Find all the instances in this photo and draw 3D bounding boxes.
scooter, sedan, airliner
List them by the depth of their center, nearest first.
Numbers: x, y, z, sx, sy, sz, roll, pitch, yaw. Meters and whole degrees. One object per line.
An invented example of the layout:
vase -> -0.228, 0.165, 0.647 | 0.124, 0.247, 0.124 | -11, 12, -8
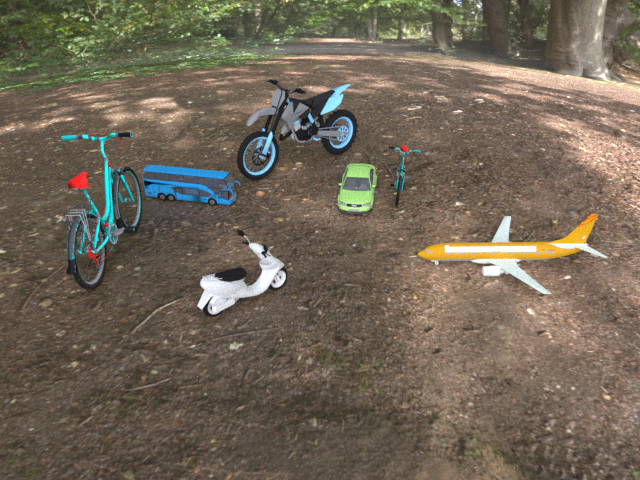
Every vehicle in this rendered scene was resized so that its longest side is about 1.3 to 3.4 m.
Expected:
scooter -> -0.993, 0.429, 9.136 | 1.399, 0.919, 0.662 | -22, 35, -34
airliner -> 2.684, -0.001, 10.018 | 2.541, 0.835, 2.257 | 0, 28, 0
sedan -> 0.658, -0.952, 12.143 | 0.635, 0.483, 1.613 | 3, 29, 6

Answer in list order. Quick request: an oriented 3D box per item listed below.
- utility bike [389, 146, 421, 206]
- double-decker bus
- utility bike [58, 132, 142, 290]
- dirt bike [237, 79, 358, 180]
utility bike -> 1.452, -1.228, 12.168 | 0.535, 0.946, 1.435 | 4, 29, 7
double-decker bus -> -2.220, -0.943, 12.066 | 1.672, 0.541, 0.389 | 6, 29, 12
utility bike -> -3.184, -0.563, 10.002 | 1.039, 1.839, 2.791 | 2, 29, 4
dirt bike -> -0.358, -2.160, 13.132 | 2.903, 1.666, 1.024 | -22, 36, -35
